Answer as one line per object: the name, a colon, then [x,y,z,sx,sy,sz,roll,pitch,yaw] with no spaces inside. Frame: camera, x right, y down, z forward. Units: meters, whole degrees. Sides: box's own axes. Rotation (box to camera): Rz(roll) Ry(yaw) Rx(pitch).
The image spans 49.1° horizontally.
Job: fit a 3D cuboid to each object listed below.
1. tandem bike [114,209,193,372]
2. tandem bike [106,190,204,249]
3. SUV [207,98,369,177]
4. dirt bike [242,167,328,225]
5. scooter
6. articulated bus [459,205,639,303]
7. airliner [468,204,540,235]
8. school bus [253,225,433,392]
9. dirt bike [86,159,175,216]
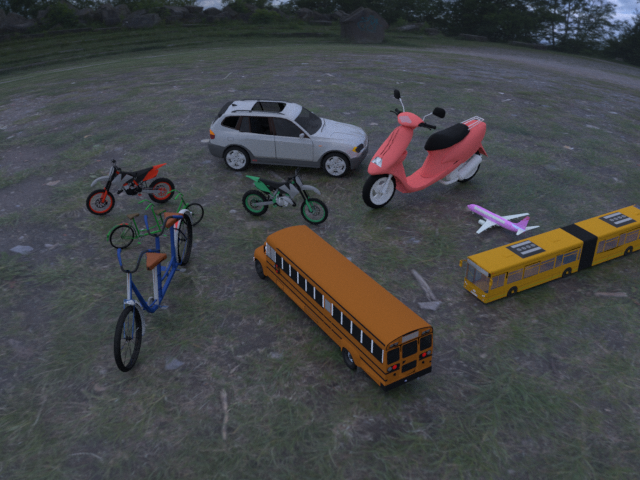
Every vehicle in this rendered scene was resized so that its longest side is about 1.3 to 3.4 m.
tandem bike: [-2.095,0.317,9.040,0.550,1.326,3.192,3,30,5]
tandem bike: [-2.537,-0.344,10.852,1.642,0.682,0.283,-21,36,-32]
SUV: [-0.600,-2.003,13.317,3.058,1.128,1.276,5,30,8]
dirt bike: [-0.576,-0.707,11.313,1.493,0.857,0.527,9,31,16]
scooter: [1.859,-1.603,11.948,2.721,1.786,1.288,-17,34,-28]
articulated bus: [3.540,0.153,10.101,3.401,0.561,0.605,-15,33,-25]
airliner: [2.846,-0.414,11.230,1.161,0.429,1.307,-18,34,-29]
school bus: [0.127,0.663,8.918,0.709,0.844,3.322,-17,34,-27]
dirt bike: [-3.159,-0.896,11.646,1.493,0.857,0.527,-14,33,-24]
